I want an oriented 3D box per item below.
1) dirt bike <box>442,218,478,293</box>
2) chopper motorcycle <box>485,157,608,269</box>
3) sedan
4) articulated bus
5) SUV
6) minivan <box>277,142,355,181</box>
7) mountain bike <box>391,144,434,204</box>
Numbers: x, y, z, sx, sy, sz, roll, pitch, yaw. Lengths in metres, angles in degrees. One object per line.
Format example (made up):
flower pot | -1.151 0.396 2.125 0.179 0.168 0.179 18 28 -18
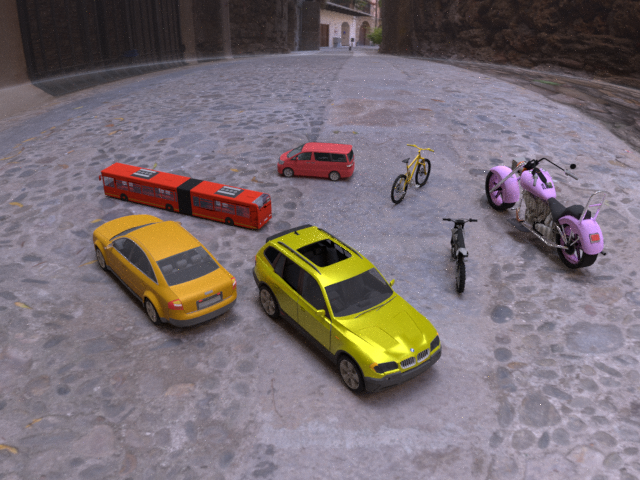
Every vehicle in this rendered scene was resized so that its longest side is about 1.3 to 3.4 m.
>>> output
dirt bike | 2.119 0.130 10.714 0.527 0.857 1.493 2 30 4
chopper motorcycle | 3.636 -0.707 11.560 0.906 1.480 3.040 -9 31 -15
sedan | -2.409 0.241 10.434 1.235 0.940 3.137 -21 36 -32
articulated bus | -2.482 -0.824 12.699 3.401 0.561 0.605 13 32 21
SUV | 0.266 0.776 9.298 1.276 1.128 3.058 -19 35 -30
minivan | -0.088 -1.607 14.025 1.548 0.616 0.681 5 30 9
mountain bike | 1.733 -1.254 13.146 0.573 0.868 1.469 19 35 30
